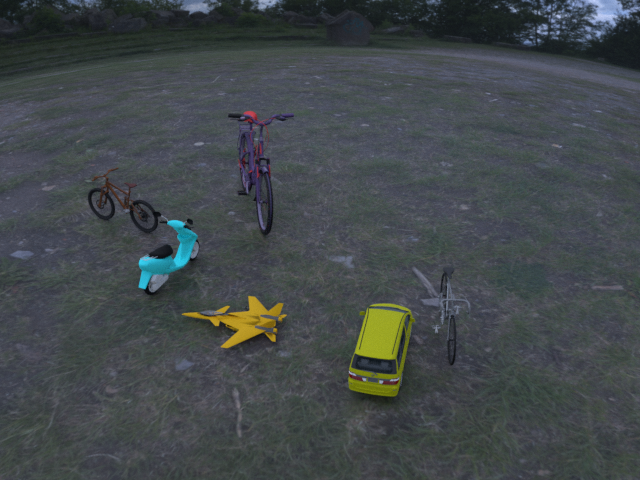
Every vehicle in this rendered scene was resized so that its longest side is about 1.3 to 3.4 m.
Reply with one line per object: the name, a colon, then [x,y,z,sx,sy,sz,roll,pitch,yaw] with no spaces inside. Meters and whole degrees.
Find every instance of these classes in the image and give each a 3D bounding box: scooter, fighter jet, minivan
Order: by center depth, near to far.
minivan: [0.751,1.181,8.331,0.681,0.616,1.548,6,30,11]
fighter jet: [-1.155,0.971,9.040,1.358,0.286,1.147,6,30,11]
scooter: [-2.124,0.128,9.892,0.662,0.919,1.399,12,32,21]

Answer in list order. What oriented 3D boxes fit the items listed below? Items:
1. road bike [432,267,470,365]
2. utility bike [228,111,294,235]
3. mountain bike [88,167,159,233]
road bike: [1.595,0.847,8.684,0.358,0.852,1.545,2,29,3]
utility bike: [-1.004,-1.367,11.609,1.039,1.839,2.791,-8,30,-13]
mountain bike: [-3.204,-0.622,11.276,1.469,0.868,0.573,15,33,25]
